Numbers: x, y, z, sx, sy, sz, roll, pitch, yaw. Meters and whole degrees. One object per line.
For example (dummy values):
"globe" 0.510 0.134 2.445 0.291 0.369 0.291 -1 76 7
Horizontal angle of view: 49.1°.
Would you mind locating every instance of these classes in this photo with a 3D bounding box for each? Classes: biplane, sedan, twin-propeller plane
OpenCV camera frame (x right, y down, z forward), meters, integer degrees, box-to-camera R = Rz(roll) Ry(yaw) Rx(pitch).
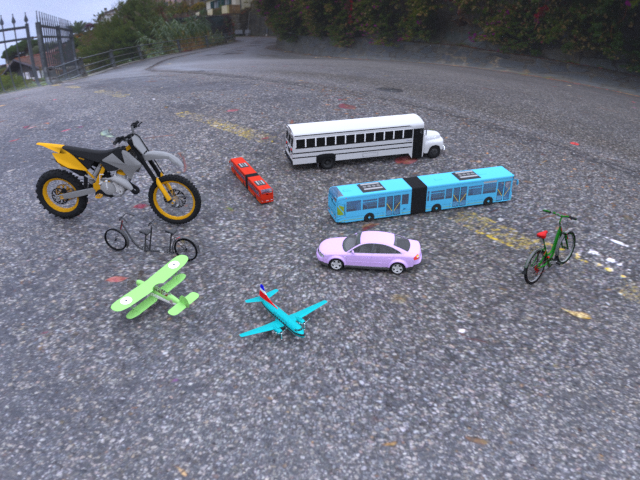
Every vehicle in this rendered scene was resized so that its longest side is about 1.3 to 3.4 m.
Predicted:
"biplane" -2.189 0.749 9.597 1.090 0.504 1.336 19 34 31
"sedan" 0.749 0.144 10.728 1.613 0.483 0.635 3 29 6
"twin-propeller plane" -0.521 0.964 9.304 1.370 0.407 1.095 -19 34 -31

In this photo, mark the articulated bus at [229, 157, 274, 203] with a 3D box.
"articulated bus" -1.312 -1.152 13.311 0.311 0.289 1.749 -12 31 -21

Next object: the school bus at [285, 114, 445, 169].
"school bus" 0.967 -2.053 14.384 3.322 0.844 0.709 -7 29 -13

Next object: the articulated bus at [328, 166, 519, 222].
"articulated bus" 1.836 -0.816 12.409 3.401 0.561 0.605 -8 30 -14

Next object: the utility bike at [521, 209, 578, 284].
"utility bike" 3.393 0.066 10.389 1.435 0.946 0.535 -24 36 -36

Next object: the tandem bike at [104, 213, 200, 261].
"tandem bike" -2.637 -0.046 10.871 1.642 0.682 0.283 8 29 13

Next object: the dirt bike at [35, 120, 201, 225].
"dirt bike" -3.426 -1.064 11.710 2.903 1.666 1.024 3 29 6
